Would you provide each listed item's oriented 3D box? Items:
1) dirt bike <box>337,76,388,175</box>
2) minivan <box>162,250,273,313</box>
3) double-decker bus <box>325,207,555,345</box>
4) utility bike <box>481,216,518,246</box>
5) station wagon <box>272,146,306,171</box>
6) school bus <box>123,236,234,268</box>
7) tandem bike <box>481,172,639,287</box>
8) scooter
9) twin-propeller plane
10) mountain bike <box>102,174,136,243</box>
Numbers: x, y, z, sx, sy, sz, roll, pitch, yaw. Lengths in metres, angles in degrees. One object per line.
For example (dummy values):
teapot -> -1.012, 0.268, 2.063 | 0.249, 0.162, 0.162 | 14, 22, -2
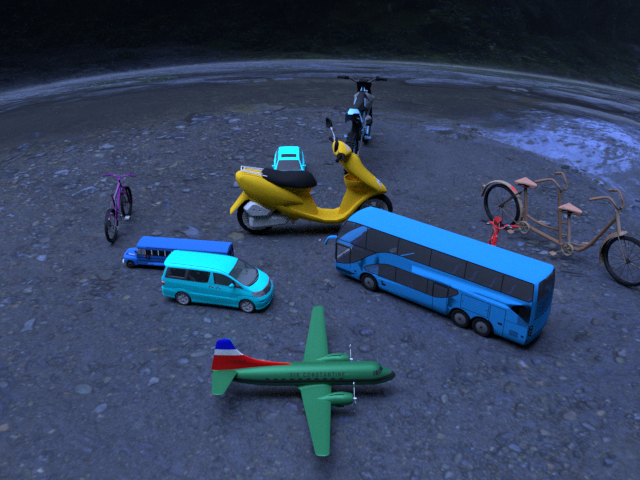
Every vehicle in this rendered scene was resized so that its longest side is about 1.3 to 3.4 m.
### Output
dirt bike -> 0.801, -2.462, 14.386 | 1.024, 1.666, 2.903 | 6, 29, 10
minivan -> -1.435, 0.558, 9.868 | 1.548, 0.616, 0.681 | 6, 29, 11
double-decker bus -> 1.568, 0.402, 9.699 | 3.251, 1.052, 0.756 | 21, 34, 33
utility bike -> 2.629, 0.066, 10.437 | 0.535, 0.946, 1.435 | 7, 29, 13
station wagon -> -0.607, -1.425, 13.715 | 0.682, 0.473, 1.597 | -1, 28, -2
school bus -> -2.177, 0.218, 10.693 | 1.708, 0.434, 0.365 | 4, 28, 7
tandem bike -> 3.745, -0.388, 10.880 | 0.550, 1.326, 3.192 | -19, 34, -31
scooter -> -0.127, -0.947, 11.435 | 2.721, 1.786, 1.288 | -3, 28, -5
twin-propeller plane -> -0.185, 1.448, 8.024 | 2.129, 0.792, 2.663 | -1, 28, -1
mountain bike -> -3.385, -0.588, 11.738 | 0.573, 0.868, 1.469 | 1, 28, 1
